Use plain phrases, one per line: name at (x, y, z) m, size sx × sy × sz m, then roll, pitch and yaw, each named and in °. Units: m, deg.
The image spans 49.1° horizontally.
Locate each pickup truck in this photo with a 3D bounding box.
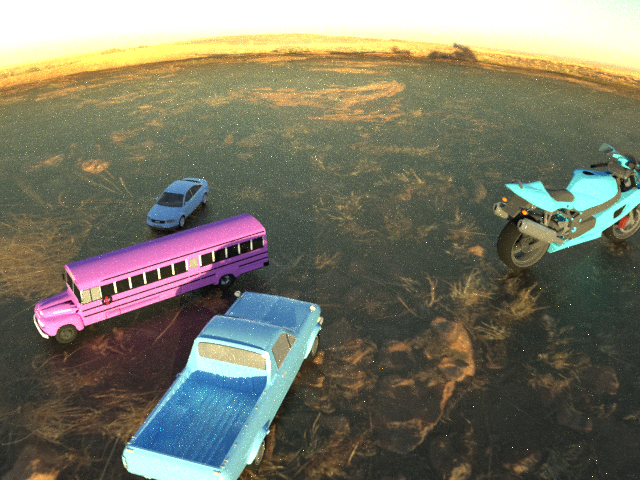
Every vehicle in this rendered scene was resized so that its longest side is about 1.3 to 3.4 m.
pickup truck at (-0.940, 1.501, 7.877) m, size 1.244 × 0.993 × 3.117 m, roll 9°, pitch 31°, yaw 15°

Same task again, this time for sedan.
sedan at (-2.486, -0.694, 12.281) m, size 0.635 × 0.483 × 1.613 m, roll 8°, pitch 30°, yaw 14°

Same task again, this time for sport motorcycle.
sport motorcycle at (3.968, -0.475, 10.762) m, size 2.955 × 1.596 × 0.983 m, roll -13°, pitch 32°, yaw -21°

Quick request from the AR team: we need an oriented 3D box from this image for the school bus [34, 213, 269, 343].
school bus at (-2.323, 0.474, 9.846) m, size 3.322 × 0.844 × 0.709 m, roll -18°, pitch 34°, yaw -29°
